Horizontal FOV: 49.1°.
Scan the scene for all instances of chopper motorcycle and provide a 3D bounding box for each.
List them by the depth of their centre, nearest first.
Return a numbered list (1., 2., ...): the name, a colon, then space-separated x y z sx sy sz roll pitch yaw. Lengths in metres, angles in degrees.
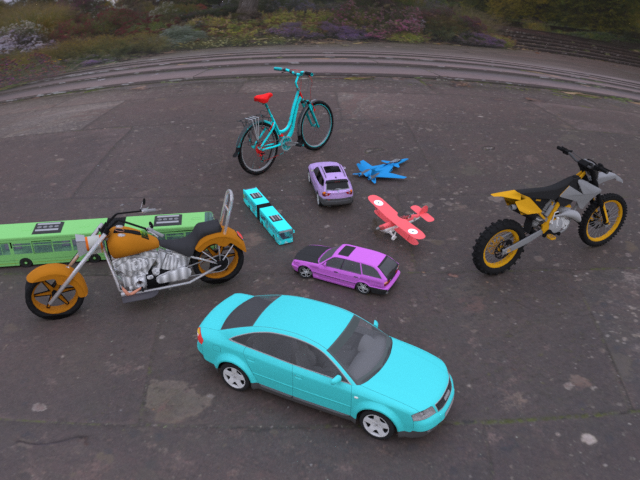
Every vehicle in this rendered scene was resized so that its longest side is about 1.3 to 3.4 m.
1. chopper motorcycle: -2.514 0.187 9.639 3.040 1.480 0.906 -10 31 -18

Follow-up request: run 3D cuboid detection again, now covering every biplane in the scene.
1. biplane: 1.360 -0.302 11.472 1.090 0.504 1.336 -19 35 -29

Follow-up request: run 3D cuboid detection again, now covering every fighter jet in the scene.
1. fighter jet: 1.311 -1.490 13.762 1.358 0.286 1.147 -26 39 -37

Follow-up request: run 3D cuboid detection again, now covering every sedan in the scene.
1. sedan: 0.029 1.321 8.204 3.137 0.940 1.235 14 33 23

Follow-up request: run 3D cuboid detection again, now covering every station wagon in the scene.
1. station wagon: 0.364 0.349 10.367 1.597 0.473 0.682 14 33 22

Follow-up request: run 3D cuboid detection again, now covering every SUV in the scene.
1. SUV: 0.186 -1.120 12.822 0.656 0.580 1.572 -5 30 -9

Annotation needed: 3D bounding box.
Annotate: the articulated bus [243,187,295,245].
1. articulated bus: -0.905 -0.432 11.916 0.311 0.289 1.749 -13 32 -21

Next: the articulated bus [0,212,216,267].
1. articulated bus: -3.350 -0.018 10.918 3.401 0.561 0.605 -4 30 -7

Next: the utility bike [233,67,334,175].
1. utility bike: -0.750 -2.430 13.841 1.039 1.839 2.791 25 38 36

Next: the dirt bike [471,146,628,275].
1. dirt bike: 3.556 -0.432 10.530 2.903 1.666 1.024 -13 32 -21
